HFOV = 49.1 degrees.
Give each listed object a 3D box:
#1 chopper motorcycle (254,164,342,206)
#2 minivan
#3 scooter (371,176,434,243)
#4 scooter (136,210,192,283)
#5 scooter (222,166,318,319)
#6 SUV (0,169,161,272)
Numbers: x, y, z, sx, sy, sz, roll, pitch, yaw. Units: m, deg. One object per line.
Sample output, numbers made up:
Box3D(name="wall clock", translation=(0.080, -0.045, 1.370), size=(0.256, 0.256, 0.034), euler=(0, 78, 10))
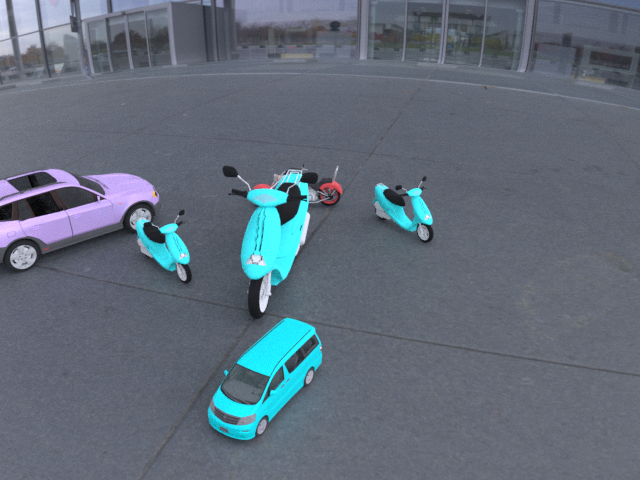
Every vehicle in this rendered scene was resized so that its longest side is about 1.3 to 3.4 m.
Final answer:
Box3D(name="chopper motorcycle", translation=(-0.399, -0.926, 12.050), size=(1.563, 0.761, 0.466), euler=(0, 28, 1))
Box3D(name="minivan", translation=(-0.587, 1.495, 7.702), size=(0.681, 0.616, 1.548), euler=(16, 32, 27))
Box3D(name="scooter", translation=(1.329, -0.578, 11.237), size=(0.662, 0.919, 1.399), euler=(-20, 34, -32))
Box3D(name="scooter", translation=(-2.289, 0.011, 10.140), size=(0.662, 0.919, 1.399), euler=(-23, 36, -36))
Box3D(name="scooter", translation=(-0.595, -0.276, 9.758), size=(1.288, 1.786, 2.721), euler=(5, 29, 10))
Box3D(name="SUV", translation=(-4.022, -0.522, 10.911), size=(3.058, 1.128, 1.276), euler=(-22, 35, -35))
